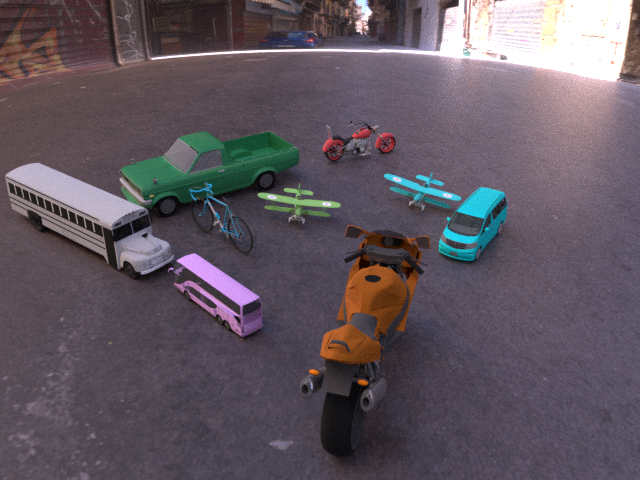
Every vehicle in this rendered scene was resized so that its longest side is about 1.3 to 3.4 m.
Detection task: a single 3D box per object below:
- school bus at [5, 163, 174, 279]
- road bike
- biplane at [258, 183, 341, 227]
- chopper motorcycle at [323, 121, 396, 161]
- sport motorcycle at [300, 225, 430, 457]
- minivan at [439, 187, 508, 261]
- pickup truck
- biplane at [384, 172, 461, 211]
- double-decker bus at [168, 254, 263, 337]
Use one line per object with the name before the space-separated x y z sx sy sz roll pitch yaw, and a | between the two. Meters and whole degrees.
school bus | -3.568 -0.349 10.716 3.322 0.844 0.709 21 36 33
road bike | -1.530 -0.351 10.713 0.358 0.852 1.545 -26 38 -38
biplane | -0.334 -0.597 11.505 1.336 0.504 1.090 -1 29 -1
chopper motorcycle | 0.783 -1.974 13.697 1.563 0.761 0.466 -13 32 -21
sport motorcycle | 0.541 0.949 7.635 0.983 1.596 2.955 9 30 15
minivan | 2.378 -0.256 10.785 0.681 0.616 1.548 17 34 28
pickup truck | -1.912 -1.342 12.334 3.117 0.993 1.244 -18 34 -29
biplane | 1.777 -0.835 11.930 1.336 0.504 1.090 12 31 20
double-decker bus | -1.381 0.683 9.188 0.389 0.541 1.672 -24 37 -36
